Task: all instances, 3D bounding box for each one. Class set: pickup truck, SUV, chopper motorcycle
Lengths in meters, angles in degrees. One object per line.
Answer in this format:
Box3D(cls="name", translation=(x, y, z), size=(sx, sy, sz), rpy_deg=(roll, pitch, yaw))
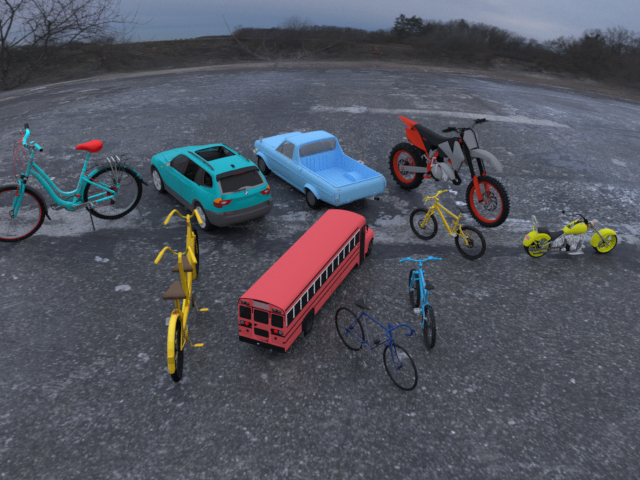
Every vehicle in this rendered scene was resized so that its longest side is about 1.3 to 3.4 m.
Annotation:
Box3D(cls="pickup truck", translation=(-0.089, -1.467, 13.285), size=(1.244, 0.993, 3.117), rpy_deg=(-17, 33, -28))
Box3D(cls="SUV", translation=(-2.021, -1.176, 12.605), size=(1.276, 1.128, 3.058), rpy_deg=(-18, 33, -30))
Box3D(cls="chopper motorcycle", translation=(3.958, -0.093, 10.992), size=(1.563, 0.761, 0.466), rpy_deg=(-5, 29, -9))

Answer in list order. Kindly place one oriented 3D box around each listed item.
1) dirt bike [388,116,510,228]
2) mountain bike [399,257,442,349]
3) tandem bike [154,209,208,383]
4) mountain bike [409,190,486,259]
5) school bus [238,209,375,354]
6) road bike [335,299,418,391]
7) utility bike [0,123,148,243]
Box3D(cls="dirt bike", translation=(2.242, -1.352, 12.365), size=(1.024, 1.666, 2.903), rpy_deg=(-19, 34, -32))
Box3D(cls="mountain bike", translation=(1.362, 0.759, 9.309), size=(0.573, 0.868, 1.469), rpy_deg=(-2, 29, -4))
Box3D(cls="tandem bike", translation=(-1.801, 0.532, 9.247), size=(0.550, 1.326, 3.192), rpy_deg=(-2, 29, -3))
Box3D(cls="mountain bike", translation=(2.029, -0.249, 11.167), size=(1.469, 0.868, 0.573), rpy_deg=(25, 37, 38))
Box3D(cls="school bus", translation=(-0.055, 0.400, 9.996), size=(0.709, 0.844, 3.322), rpy_deg=(12, 31, 21))
Box3D(cls="road bike", translation=(0.658, 1.201, 8.509), size=(0.358, 0.852, 1.545), rpy_deg=(-19, 34, -31))
Box3D(cls="utility bike", translation=(-4.162, -0.933, 11.411), size=(2.791, 1.839, 1.039), rpy_deg=(-16, 32, -27))
